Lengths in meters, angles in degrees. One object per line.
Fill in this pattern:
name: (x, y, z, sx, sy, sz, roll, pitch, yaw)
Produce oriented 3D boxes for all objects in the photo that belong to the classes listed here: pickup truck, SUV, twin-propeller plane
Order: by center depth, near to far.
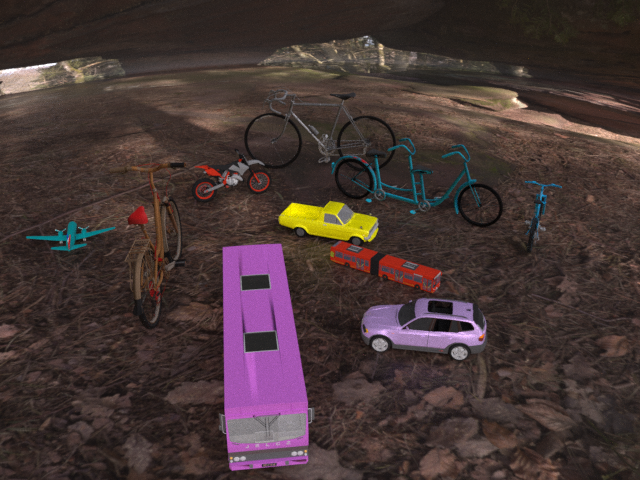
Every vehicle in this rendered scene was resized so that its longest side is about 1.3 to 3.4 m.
SUV: (1.298, 1.052, 8.761, 1.572, 0.580, 0.656, 5, 28, 9)
twin-propeller plane: (-3.970, -0.105, 11.148, 1.370, 0.407, 1.095, -7, 28, -13)
pickup truck: (0.143, -0.332, 11.468, 1.603, 0.511, 0.640, 10, 29, 18)

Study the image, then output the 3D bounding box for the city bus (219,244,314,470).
city bus: (-0.705, 1.195, 8.150, 0.926, 0.894, 3.255, -3, 28, -6)

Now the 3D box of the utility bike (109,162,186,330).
utility bike: (-2.329, -0.073, 9.549, 1.039, 1.839, 2.791, 0, 28, 0)

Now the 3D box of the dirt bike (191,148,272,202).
dirt bike: (-1.600, -1.159, 12.670, 1.493, 0.857, 0.527, -10, 29, -18)

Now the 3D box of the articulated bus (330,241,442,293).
articulated bus: (0.950, 0.384, 10.344, 1.749, 0.289, 0.311, 17, 32, 29)

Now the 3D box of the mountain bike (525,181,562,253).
mountain bike: (3.487, -0.409, 11.231, 0.573, 0.868, 1.469, 11, 30, 20)

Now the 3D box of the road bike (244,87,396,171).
road bike: (-0.009, -2.134, 13.667, 3.004, 1.656, 0.696, 2, 28, 5)

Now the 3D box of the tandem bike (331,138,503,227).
tandem bike: (1.604, -1.088, 12.031, 3.192, 1.326, 0.550, 15, 31, 26)
